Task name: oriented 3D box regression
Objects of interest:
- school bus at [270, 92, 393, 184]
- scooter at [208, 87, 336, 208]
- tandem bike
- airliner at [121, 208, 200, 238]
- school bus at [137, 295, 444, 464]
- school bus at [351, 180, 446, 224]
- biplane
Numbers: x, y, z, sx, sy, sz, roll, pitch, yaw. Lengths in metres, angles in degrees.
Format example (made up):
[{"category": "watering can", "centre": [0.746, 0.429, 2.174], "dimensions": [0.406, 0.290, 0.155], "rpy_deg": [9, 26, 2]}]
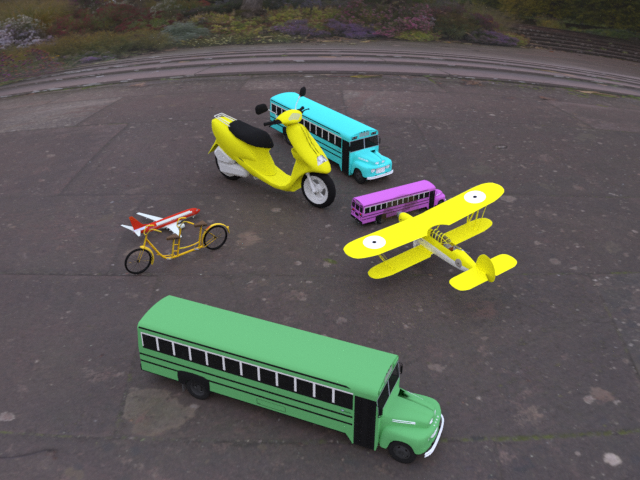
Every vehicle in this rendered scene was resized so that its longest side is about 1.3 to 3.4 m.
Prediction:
[{"category": "school bus", "centre": [0.165, -2.019, 13.490], "dimensions": [0.709, 0.844, 3.322], "rpy_deg": [-19, 34, -30]}, {"category": "scooter", "centre": [-0.862, -1.626, 11.815], "dimensions": [2.721, 1.786, 1.288], "rpy_deg": [19, 34, 30]}, {"category": "tandem bike", "centre": [-2.029, 0.005, 10.023], "dimensions": [1.642, 0.682, 0.283], "rpy_deg": [-19, 34, -30]}, {"category": "airliner", "centre": [-2.415, -0.370, 10.955], "dimensions": [1.161, 0.429, 1.307], "rpy_deg": [26, 38, 38]}, {"category": "school bus", "centre": [-0.345, 1.399, 7.351], "dimensions": [3.322, 0.844, 0.709], "rpy_deg": [12, 31, 20]}, {"category": "school bus", "centre": [1.317, -0.633, 11.423], "dimensions": [1.708, 0.434, 0.365], "rpy_deg": [-15, 33, -26]}, {"category": "biplane", "centre": [1.634, 0.083, 9.575], "dimensions": [2.598, 0.981, 2.120], "rpy_deg": [-16, 33, -26]}]
